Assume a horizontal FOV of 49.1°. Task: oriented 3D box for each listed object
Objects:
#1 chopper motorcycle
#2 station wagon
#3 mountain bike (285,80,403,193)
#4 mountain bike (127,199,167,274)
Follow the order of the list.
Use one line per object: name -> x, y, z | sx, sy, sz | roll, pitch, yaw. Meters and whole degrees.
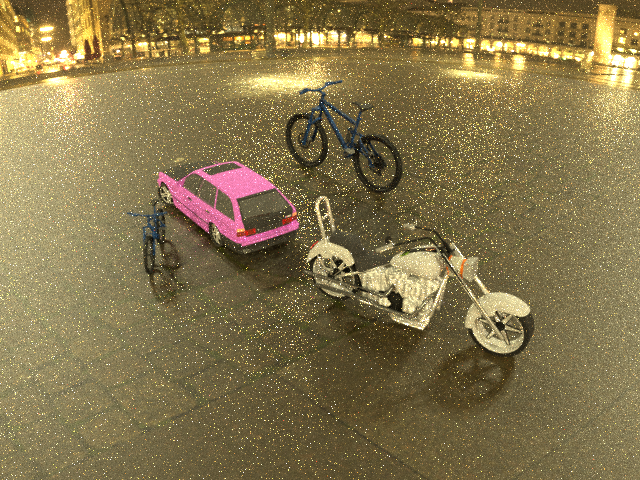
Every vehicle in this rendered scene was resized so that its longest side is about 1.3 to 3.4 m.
chopper motorcycle -> 1.172, 0.426, 8.718 | 3.040, 1.480, 0.906 | 16, 32, 27
station wagon -> -1.628, -0.786, 11.592 | 1.327, 0.920, 3.105 | -19, 33, -31
mountain bike -> 0.383, -1.917, 12.900 | 2.857, 1.688, 1.114 | 24, 36, 37
mountain bike -> -2.476, -0.135, 10.424 | 0.573, 0.868, 1.469 | -1, 28, -2
